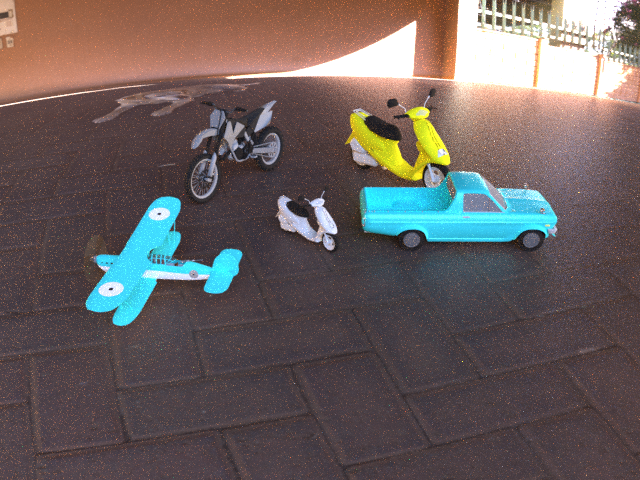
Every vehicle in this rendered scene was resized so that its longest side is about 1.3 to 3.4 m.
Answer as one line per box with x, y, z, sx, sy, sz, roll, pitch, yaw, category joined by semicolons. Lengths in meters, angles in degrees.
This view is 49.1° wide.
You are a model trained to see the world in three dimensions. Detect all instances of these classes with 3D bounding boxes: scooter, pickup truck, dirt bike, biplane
1.477;-1.959;13.300;1.288;1.786;2.721;-21;33;-36;scooter
-0.212;-0.395;11.120;1.399;0.919;0.662;24;35;39;scooter
2.184;-0.521;11.291;3.117;0.993;1.244;0;26;0;pickup truck
-1.545;-1.799;13.111;1.024;1.666;2.903;16;30;29;dirt bike
-2.134;0.385;9.478;2.120;0.981;2.598;4;27;8;biplane
